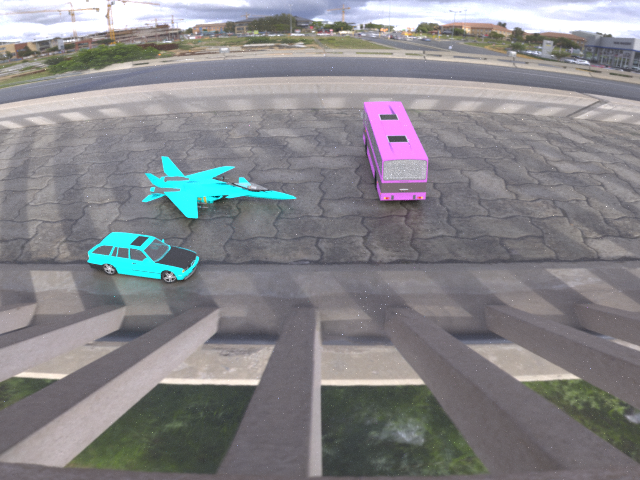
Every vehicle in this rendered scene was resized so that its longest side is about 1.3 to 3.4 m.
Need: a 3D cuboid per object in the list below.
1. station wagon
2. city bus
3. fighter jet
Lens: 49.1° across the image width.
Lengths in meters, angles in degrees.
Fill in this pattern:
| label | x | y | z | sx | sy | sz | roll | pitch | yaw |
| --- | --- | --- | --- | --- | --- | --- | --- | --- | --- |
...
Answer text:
| label | x | y | z | sx | sy | sz | roll | pitch | yaw |
| --- | --- | --- | --- | --- | --- | --- | --- | --- | --- |
| station wagon | -2.588 | 0.221 | 10.282 | 1.597 | 0.473 | 0.682 | 7 | 29 | 12 |
| city bus | 1.378 | -1.739 | 13.450 | 0.926 | 0.894 | 3.255 | -1 | 29 | -2 |
| fighter jet | -1.717 | -0.995 | 12.433 | 2.640 | 0.557 | 2.229 | 5 | 29 | 9 |
